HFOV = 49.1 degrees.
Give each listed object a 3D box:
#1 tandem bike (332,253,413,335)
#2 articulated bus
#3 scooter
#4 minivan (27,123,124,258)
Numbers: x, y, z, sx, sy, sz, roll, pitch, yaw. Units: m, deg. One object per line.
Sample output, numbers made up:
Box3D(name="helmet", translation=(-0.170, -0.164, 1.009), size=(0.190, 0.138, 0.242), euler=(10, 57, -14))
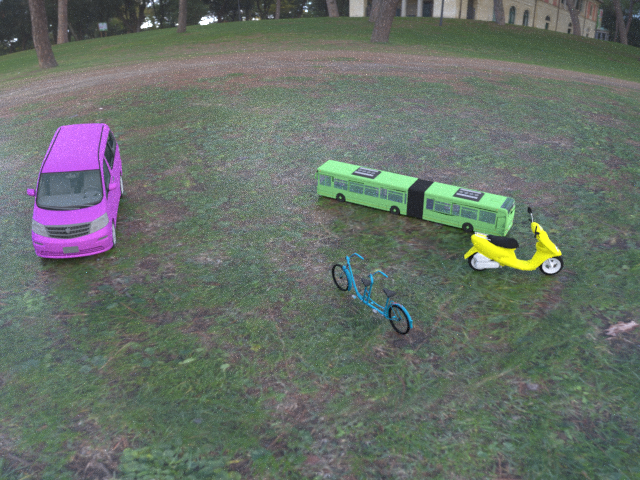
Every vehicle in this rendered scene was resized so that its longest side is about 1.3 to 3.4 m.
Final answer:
Box3D(name="tandem bike", translation=(0.649, 0.646, 9.135), size=(0.283, 0.682, 1.642), euler=(-19, 35, -31))
Box3D(name="articulated bus", translation=(1.503, -0.730, 11.710), size=(3.401, 0.561, 0.605), euler=(15, 33, 25))
Box3D(name="scooter", translation=(2.781, 0.071, 9.917), size=(1.399, 0.919, 0.662), euler=(3, 29, 5))
Box3D(name="minivan", translation=(-3.876, -0.853, 11.279), size=(1.324, 1.197, 3.011), euler=(-5, 30, -9))
